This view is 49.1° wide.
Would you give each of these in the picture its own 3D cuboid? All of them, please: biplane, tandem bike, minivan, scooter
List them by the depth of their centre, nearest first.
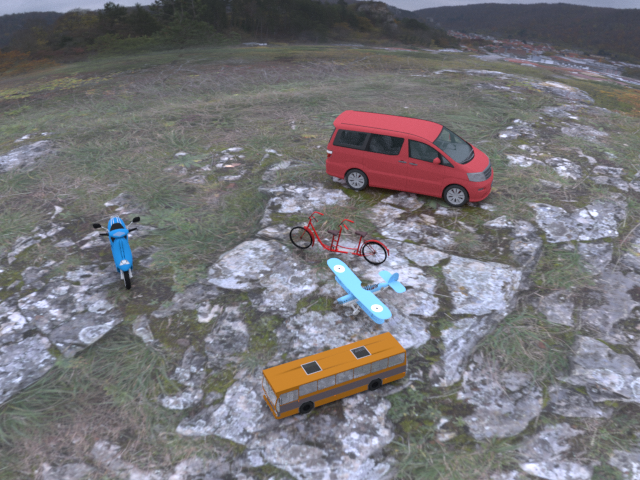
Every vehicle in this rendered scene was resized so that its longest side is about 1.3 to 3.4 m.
[{"bbox_3d":[0.649,0.717,9.551,1.090,0.504,1.336,-18,35,-28],"label":"biplane"},{"bbox_3d":[-2.946,0.039,10.303,0.662,0.919,1.399,-10,32,-17],"label":"scooter"},{"bbox_3d":[0.277,-0.034,10.661,1.642,0.682,0.283,12,32,19],"label":"tandem bike"},{"bbox_3d":[1.643,-1.530,12.714,3.011,1.197,1.324,11,32,18],"label":"minivan"}]

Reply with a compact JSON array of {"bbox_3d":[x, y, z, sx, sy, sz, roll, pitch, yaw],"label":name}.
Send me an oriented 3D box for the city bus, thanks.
[{"bbox_3d":[0.180,1.573,8.129,1.674,0.460,0.476,-13,33,-22],"label":"city bus"}]
